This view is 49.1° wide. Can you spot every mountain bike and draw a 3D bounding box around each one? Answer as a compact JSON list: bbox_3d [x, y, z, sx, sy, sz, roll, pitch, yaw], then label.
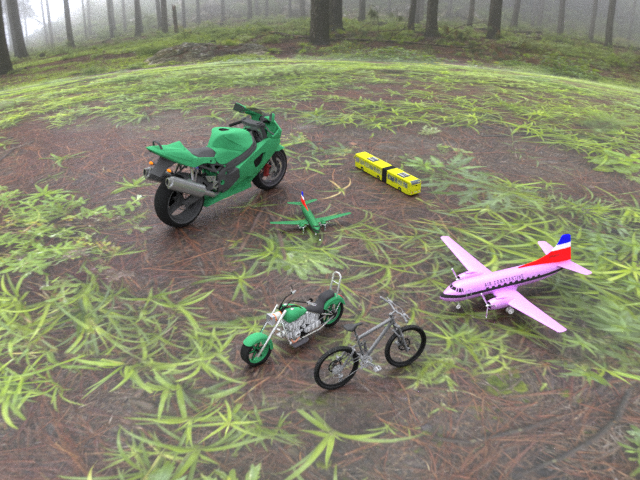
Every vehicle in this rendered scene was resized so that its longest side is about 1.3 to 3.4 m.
[{"bbox_3d":[0.594,1.199,7.922,1.469,0.868,0.573,-13,31,-23],"label":"mountain bike"}]

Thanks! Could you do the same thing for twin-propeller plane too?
[{"bbox_3d":[-0.173,-0.433,11.496,1.370,0.407,1.095,-8,29,-14],"label":"twin-propeller plane"},{"bbox_3d":[2.548,0.433,9.450,2.129,0.792,2.663,-11,30,-20],"label":"twin-propeller plane"}]

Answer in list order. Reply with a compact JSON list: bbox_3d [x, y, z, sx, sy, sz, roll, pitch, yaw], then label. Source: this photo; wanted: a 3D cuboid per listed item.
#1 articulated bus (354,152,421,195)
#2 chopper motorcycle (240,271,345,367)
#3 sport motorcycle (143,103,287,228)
[{"bbox_3d":[1.250,-1.270,13.204,0.311,0.289,1.749,-17,32,-29],"label":"articulated bus"},{"bbox_3d":[-0.306,0.947,8.511,1.563,0.761,0.466,-22,35,-35],"label":"chopper motorcycle"},{"bbox_3d":[-1.633,-1.289,11.842,0.983,1.596,2.955,23,35,36],"label":"sport motorcycle"}]
